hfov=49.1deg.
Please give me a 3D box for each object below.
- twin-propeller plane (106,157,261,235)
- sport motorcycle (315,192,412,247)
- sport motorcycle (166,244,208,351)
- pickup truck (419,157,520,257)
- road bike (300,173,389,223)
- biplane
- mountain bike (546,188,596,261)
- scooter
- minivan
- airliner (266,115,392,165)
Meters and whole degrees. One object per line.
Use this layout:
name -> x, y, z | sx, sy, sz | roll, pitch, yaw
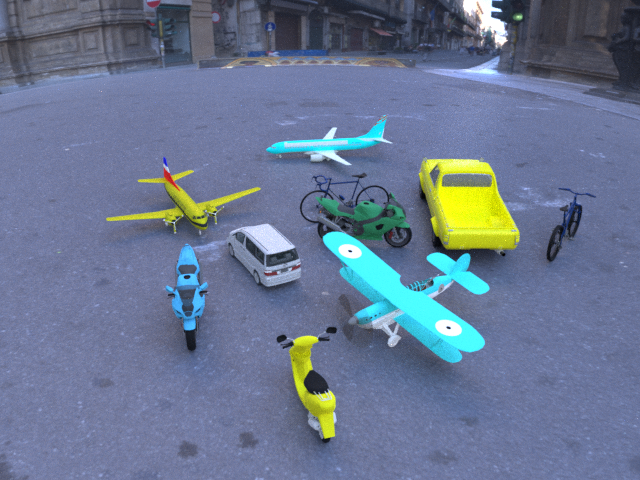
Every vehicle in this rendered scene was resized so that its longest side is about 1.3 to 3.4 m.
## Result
twin-propeller plane -> -2.309, -0.743, 11.783 | 2.663, 0.792, 2.129 | -14, 31, -25
sport motorcycle -> 0.678, -0.293, 10.888 | 1.520, 0.821, 0.506 | 4, 28, 8
sport motorcycle -> -1.672, 0.717, 8.948 | 0.506, 0.821, 1.520 | -5, 28, -9
pickup truck -> 2.369, -0.712, 11.506 | 1.244, 0.993, 3.117 | 0, 28, 1
road bike -> 0.422, -0.714, 11.662 | 1.545, 0.852, 0.358 | -6, 28, -11
biplane -> 1.184, 0.715, 8.780 | 2.120, 0.981, 2.598 | -20, 34, -34
mountain bike -> 3.801, -0.260, 10.775 | 0.573, 0.868, 1.469 | 18, 33, 31
scooter -> -0.094, 1.441, 7.453 | 0.662, 0.919, 1.399 | -8, 28, -14
minivan -> -0.861, 0.120, 10.317 | 0.681, 0.616, 1.548 | -14, 31, -25
airliner -> 0.158, -2.113, 14.368 | 2.541, 0.835, 2.257 | -3, 28, -5
